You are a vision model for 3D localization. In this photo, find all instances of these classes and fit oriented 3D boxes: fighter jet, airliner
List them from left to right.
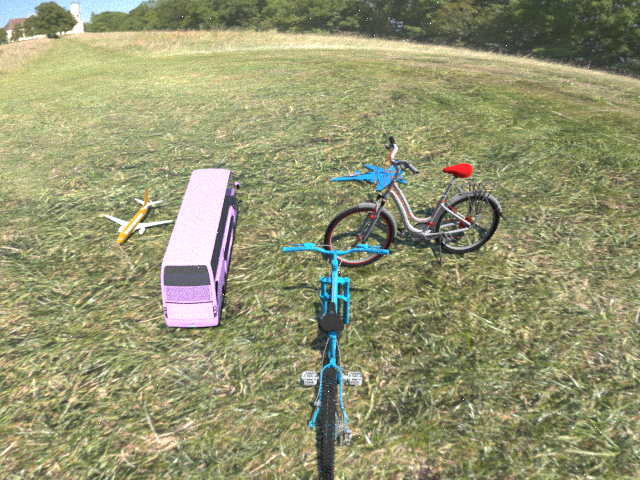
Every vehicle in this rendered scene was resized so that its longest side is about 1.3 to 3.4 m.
[{"bbox_3d":[-2.958,-0.372,11.135,1.161,0.429,1.307,5,30,8],"label":"airliner"},{"bbox_3d":[0.857,-1.212,12.786,1.358,0.286,1.147,-4,29,-7],"label":"fighter jet"}]

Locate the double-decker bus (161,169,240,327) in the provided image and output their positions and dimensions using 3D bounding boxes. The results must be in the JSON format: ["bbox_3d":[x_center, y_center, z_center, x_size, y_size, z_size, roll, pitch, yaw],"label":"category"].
[{"bbox_3d":[-1.633,-0.037,9.898,0.756,1.052,3.251,-1,29,-1],"label":"double-decker bus"}]

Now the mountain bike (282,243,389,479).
[{"bbox_3d":[0.135,1.069,7.268,1.114,1.688,2.857,1,29,2],"label":"mountain bike"}]

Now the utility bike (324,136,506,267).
[{"bbox_3d":[1.431,-0.439,9.812,2.791,1.839,1.039,-7,30,-12],"label":"utility bike"}]
